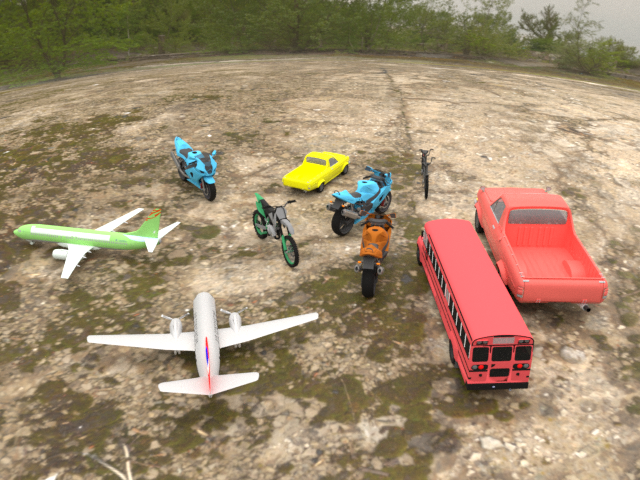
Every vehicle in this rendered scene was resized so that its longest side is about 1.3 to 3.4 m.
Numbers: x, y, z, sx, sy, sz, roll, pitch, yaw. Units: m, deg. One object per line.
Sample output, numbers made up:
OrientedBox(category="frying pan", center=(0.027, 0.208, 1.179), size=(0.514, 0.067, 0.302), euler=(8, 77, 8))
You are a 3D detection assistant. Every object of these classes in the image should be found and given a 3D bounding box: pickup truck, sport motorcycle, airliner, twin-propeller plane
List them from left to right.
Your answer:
OrientedBox(category="airliner", center=(-3.421, -0.193, 10.270), size=(2.541, 0.835, 2.257), euler=(6, 28, 12))
OrientedBox(category="sport motorcycle", center=(-2.201, -1.267, 12.346), size=(0.506, 0.821, 1.520), euler=(-16, 32, -29))
OrientedBox(category="twin-propeller plane", center=(-1.294, 1.042, 7.944), size=(2.663, 0.792, 2.129), euler=(-5, 28, -9))
OrientedBox(category="pickup truck", center=(-0.046, -1.293, 12.733), size=(0.640, 0.511, 1.603), euler=(14, 31, 25))
OrientedBox(category="sport motorcycle", center=(0.681, -0.628, 11.121), size=(0.506, 0.821, 1.520), euler=(21, 34, 35))
OrientedBox(category="sport motorcycle", center=(0.745, 0.148, 9.630), size=(0.506, 0.821, 1.520), euler=(5, 28, 9))
OrientedBox(category="pickup truck", center=(3.002, -0.070, 9.862), size=(1.244, 0.993, 3.117), euler=(1, 28, 1))

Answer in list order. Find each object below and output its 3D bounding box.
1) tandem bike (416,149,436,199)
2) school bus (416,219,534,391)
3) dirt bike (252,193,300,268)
OrientedBox(category="tandem bike", center=(1.895, -1.310, 12.580), size=(0.283, 0.682, 1.642), euler=(2, 28, 4))
OrientedBox(category="school bus", center=(1.801, 0.591, 8.754), size=(0.709, 0.844, 3.322), euler=(-1, 28, -2))
OrientedBox(category="dirt bike", center=(-0.662, -0.213, 10.284), size=(0.527, 0.857, 1.493), euler=(-14, 31, -25))
